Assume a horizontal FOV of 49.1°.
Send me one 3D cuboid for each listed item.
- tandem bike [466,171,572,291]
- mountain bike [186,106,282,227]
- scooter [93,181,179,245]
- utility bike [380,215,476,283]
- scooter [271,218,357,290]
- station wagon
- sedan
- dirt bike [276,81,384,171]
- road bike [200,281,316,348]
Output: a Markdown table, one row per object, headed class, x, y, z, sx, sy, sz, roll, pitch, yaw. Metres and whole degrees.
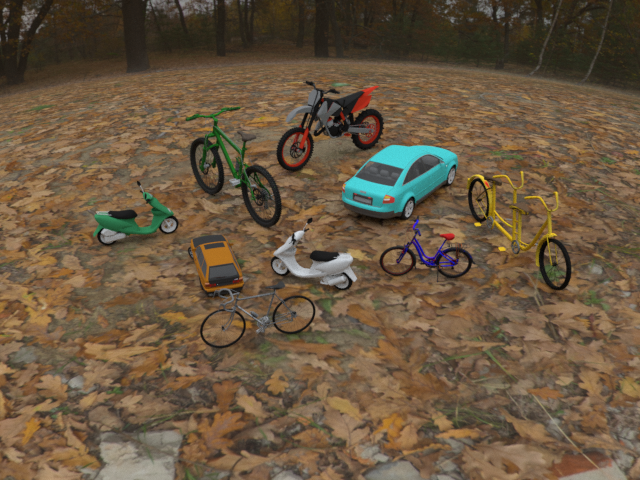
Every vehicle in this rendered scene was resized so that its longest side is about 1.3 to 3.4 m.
| class | x | y | z | sx | sy | sz | roll | pitch | yaw |
| --- | --- | --- | --- | --- | --- | --- | --- | --- | --- |
| tandem bike | 3.096 | -0.427 | 11.116 | 0.550 | 1.326 | 3.192 | -8 | 29 | -14 |
| mountain bike | -1.567 | -1.336 | 12.437 | 1.114 | 1.688 | 2.857 | -21 | 35 | -34 |
| scooter | -3.048 | -0.418 | 11.531 | 1.399 | 0.919 | 0.662 | -12 | 30 | -21 |
| utility bike | 1.611 | 0.180 | 10.381 | 1.435 | 0.946 | 0.535 | 2 | 28 | 3 |
| scooter | -0.114 | 0.234 | 10.310 | 1.399 | 0.919 | 0.662 | 12 | 30 | 21 |
| station wagon | -1.605 | 0.275 | 10.706 | 0.682 | 0.473 | 1.597 | -9 | 29 | -16 |
| sedan | 1.584 | -1.276 | 13.120 | 1.235 | 0.940 | 3.137 | 18 | 33 | 30 |
| dirt bike | 0.279 | -2.451 | 14.552 | 2.903 | 1.666 | 1.024 | -21 | 35 | -34 |
| road bike | -0.790 | 0.949 | 9.039 | 1.545 | 0.852 | 0.358 | -9 | 29 | -17 |
